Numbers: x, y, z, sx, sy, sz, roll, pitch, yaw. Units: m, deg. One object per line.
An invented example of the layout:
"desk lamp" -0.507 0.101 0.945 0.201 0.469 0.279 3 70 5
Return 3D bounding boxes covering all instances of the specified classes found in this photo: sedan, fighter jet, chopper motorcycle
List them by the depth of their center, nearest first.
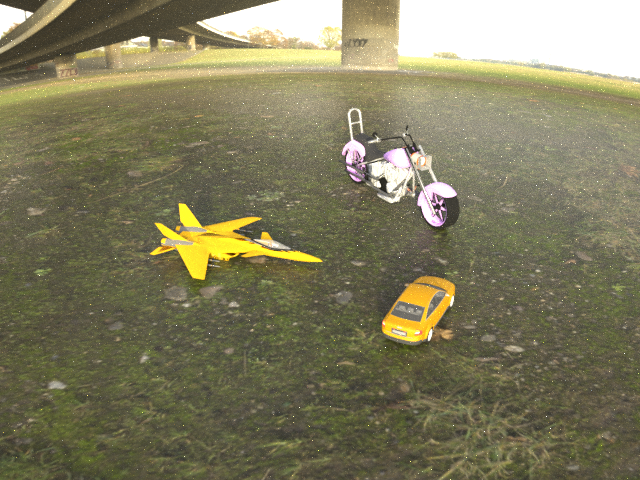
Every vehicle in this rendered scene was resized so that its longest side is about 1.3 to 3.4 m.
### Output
"sedan" 1.338 0.842 9.282 0.635 0.483 1.613 13 29 24
"fighter jet" -1.218 -0.009 10.912 2.640 0.557 2.229 8 28 16
"chopper motorcycle" 1.376 -1.318 12.509 0.906 1.480 3.040 -16 31 -29
